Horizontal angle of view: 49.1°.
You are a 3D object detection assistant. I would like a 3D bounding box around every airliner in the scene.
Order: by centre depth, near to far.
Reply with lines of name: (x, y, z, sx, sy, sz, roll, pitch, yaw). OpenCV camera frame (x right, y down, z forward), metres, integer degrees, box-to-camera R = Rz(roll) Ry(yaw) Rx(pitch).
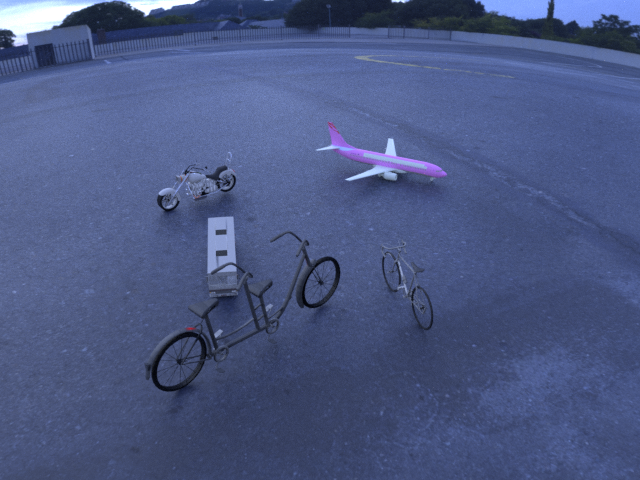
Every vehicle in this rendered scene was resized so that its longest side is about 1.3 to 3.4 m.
airliner: (1.253, -1.708, 13.579, 2.541, 0.835, 2.257, 14, 33, 22)

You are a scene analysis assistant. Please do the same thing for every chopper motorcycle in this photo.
chopper motorcycle: (-2.191, -1.046, 12.507, 1.563, 0.761, 0.466, -21, 36, -31)

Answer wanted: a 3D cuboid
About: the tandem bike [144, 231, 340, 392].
tandem bike: (-0.847, 0.784, 8.773, 0.550, 1.326, 3.192, 26, 39, 38)

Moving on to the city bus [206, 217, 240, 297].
city bus: (-1.476, 0.239, 10.582, 0.476, 0.460, 1.674, -4, 30, -7)

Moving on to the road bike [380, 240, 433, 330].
road bike: (1.189, 0.571, 9.616, 0.358, 0.852, 1.545, -10, 32, -18)
